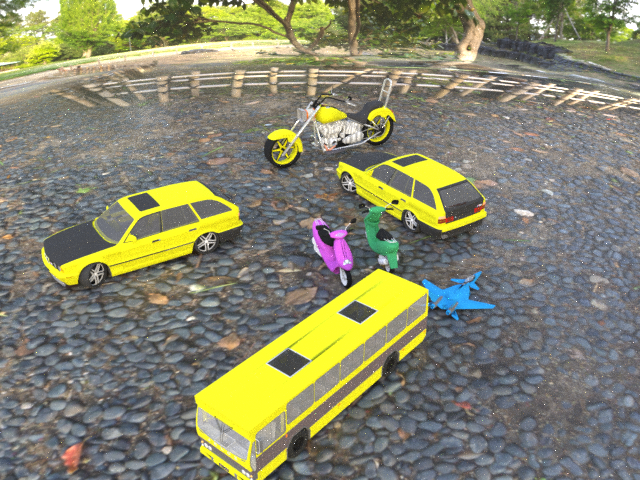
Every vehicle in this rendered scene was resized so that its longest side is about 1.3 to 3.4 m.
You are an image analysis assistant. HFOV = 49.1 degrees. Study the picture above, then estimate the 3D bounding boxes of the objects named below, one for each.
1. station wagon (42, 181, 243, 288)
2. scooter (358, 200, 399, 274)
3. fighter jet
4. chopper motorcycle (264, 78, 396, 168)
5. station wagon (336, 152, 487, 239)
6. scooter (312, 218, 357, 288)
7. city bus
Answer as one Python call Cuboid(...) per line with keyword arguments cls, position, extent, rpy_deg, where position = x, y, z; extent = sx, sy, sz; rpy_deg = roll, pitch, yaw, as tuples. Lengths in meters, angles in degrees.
Cuboid(cls="station wagon", position=(-2.814, -0.192, 11.117), extent=(3.105, 0.920, 1.327), rpy_deg=(-18, 34, -29))
Cuboid(cls="scooter", position=(0.953, -0.119, 10.990), extent=(0.662, 0.919, 1.399), rpy_deg=(-7, 30, -12))
Cuboid(cls="fighter jet", position=(2.069, 0.673, 10.230), extent=(1.147, 0.286, 1.358), rpy_deg=(20, 35, 32))
Cuboid(cls="chopper motorcycle", position=(0.250, -2.433, 14.514), extent=(3.040, 1.480, 0.906), rpy_deg=(-15, 33, -24))
Cuboid(cls="station wagon", position=(1.549, -1.042, 12.622), extent=(1.327, 0.920, 3.105), rpy_deg=(-18, 34, -29))
Cuboid(cls="scooter", position=(0.183, 0.056, 10.680), extent=(0.662, 0.919, 1.399), rpy_deg=(-11, 31, -19))
Cuboid(cls="city bus", position=(0.047, 1.483, 8.180), extent=(0.926, 0.894, 3.255), rpy_deg=(22, 36, 34))
